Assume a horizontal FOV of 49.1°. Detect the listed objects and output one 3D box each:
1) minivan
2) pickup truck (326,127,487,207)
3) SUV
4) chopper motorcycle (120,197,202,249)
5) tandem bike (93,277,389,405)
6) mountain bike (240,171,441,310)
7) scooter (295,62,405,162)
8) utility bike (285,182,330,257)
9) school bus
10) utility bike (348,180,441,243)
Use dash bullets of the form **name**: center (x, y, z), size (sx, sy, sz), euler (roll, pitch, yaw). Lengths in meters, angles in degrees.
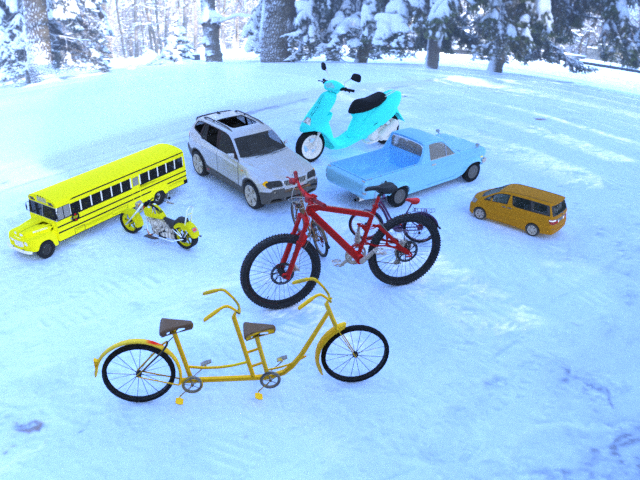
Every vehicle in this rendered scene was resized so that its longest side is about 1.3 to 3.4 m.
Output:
- **minivan**: center (3.224, -0.564, 11.463), size (1.548, 0.616, 0.681), euler (22, 35, 35)
- **pickup truck**: center (1.625, -1.438, 12.731), size (3.117, 0.993, 1.244), euler (-19, 33, -32)
- **SUV**: center (-1.309, -1.572, 12.842), size (1.276, 1.128, 3.058), euler (-19, 33, -32)
- **chopper motorcycle**: center (-2.517, -0.331, 10.858), size (1.563, 0.761, 0.466), euler (16, 31, 27)
- **tandem bike**: center (-0.808, 1.105, 7.495), size (3.192, 1.326, 0.550), euler (-4, 28, -7)
- **mountain bike**: center (0.326, 0.007, 9.208), size (2.857, 1.688, 1.114), euler (-9, 29, -18)
- **scooter**: center (0.646, -2.630, 14.159), size (2.721, 1.786, 1.288), euler (-18, 32, -30)
- **utility bike**: center (-0.215, -0.338, 10.672), size (0.535, 0.946, 1.435), euler (-12, 30, -21)
- **school bus**: center (-3.585, -0.713, 11.502), size (0.709, 0.844, 3.322), euler (17, 32, 29)
- **utility bike**: center (1.150, -0.367, 10.727), size (1.435, 0.946, 0.535), euler (3, 28, 6)
